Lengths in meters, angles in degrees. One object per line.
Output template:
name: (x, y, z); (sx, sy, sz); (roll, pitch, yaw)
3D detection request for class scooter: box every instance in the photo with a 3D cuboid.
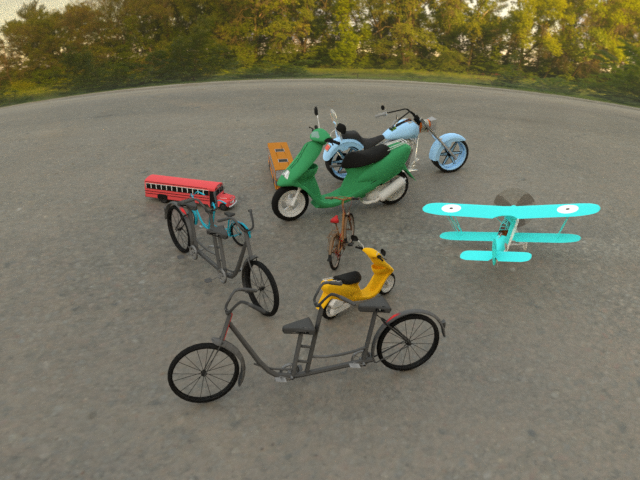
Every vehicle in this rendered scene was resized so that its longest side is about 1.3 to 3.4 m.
scooter: (0.439, -1.317, 12.092); (2.721, 1.786, 1.288); (-10, 28, -20)
scooter: (0.516, 0.490, 9.355); (1.399, 0.919, 0.662); (-20, 32, -35)

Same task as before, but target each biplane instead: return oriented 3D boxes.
biplane: (2.730, -0.102, 10.506); (2.598, 0.981, 2.120); (10, 28, 20)

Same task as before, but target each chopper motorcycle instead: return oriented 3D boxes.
chopper motorcycle: (1.530, -1.937, 13.727); (3.040, 1.480, 0.906); (-8, 27, -15)

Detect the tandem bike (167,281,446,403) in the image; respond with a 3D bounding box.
tandem bike: (-0.080, 1.064, 7.700); (3.192, 1.326, 0.550); (-7, 27, -13)

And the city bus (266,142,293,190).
city bus: (-0.765, -1.469, 13.930); (0.476, 0.460, 1.674); (-4, 26, -8)

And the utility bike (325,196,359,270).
utility bike: (0.283, -0.171, 10.690); (0.535, 0.946, 1.435); (7, 27, 15)

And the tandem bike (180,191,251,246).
tandem bike: (-1.740, -0.371, 11.407); (1.642, 0.682, 0.283); (19, 31, 33)

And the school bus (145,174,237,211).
school bus: (-2.349, -0.873, 12.729); (1.708, 0.434, 0.365); (8, 27, 16)

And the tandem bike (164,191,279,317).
tandem bike: (-1.493, -0.023, 9.947); (0.550, 1.326, 3.192); (-18, 31, -33)
